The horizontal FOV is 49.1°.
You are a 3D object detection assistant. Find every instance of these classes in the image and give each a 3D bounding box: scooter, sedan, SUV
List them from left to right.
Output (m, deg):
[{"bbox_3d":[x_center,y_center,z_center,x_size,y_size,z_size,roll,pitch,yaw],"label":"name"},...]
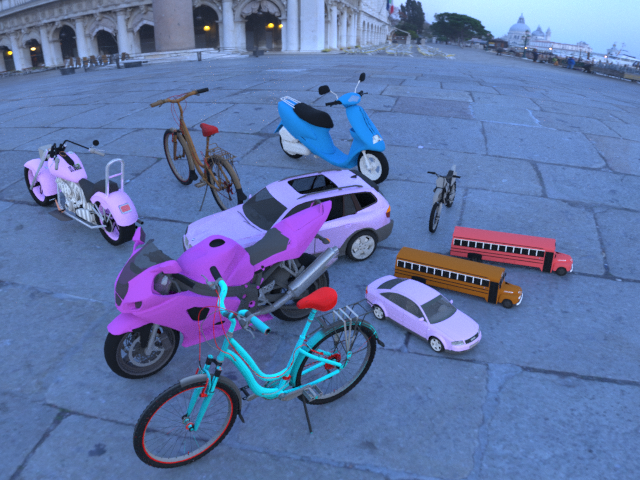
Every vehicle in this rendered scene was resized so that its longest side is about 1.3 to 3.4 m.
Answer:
[{"bbox_3d":[-0.438,-0.252,10.050,3.058,1.128,1.276,-13,30,-22],"label":"SUV"},{"bbox_3d":[0.173,-2.133,12.890,2.721,1.786,1.288,22,35,35],"label":"scooter"},{"bbox_3d":[1.259,0.857,8.650,0.635,0.483,1.613,-23,36,-37],"label":"sedan"}]

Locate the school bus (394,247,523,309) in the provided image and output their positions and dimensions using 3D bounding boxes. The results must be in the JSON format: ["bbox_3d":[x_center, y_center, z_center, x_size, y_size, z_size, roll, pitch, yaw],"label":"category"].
[{"bbox_3d":[1.857,0.491,9.393,1.708,0.434,0.365,13,30,22],"label":"school bus"}]

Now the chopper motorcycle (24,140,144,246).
[{"bbox_3d":[-3.842,-0.914,10.921,3.040,1.480,0.906,24,36,37],"label":"chopper motorcycle"}]

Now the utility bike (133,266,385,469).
[{"bbox_3d":[-0.428,1.166,6.625,2.791,1.839,1.039,-17,32,-29],"label":"utility bike"}]

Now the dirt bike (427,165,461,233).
[{"bbox_3d":[1.995,-0.729,11.237,0.527,0.857,1.493,11,30,20],"label":"dirt bike"}]

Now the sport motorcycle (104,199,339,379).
[{"bbox_3d":[-1.087,0.536,8.068,2.955,1.596,0.983,-18,33,-30],"label":"sport motorcycle"}]

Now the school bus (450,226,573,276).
[{"bbox_3d":[2.749,0.145,10.042,1.708,0.434,0.365,8,29,15],"label":"school bus"}]

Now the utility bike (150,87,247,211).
[{"bbox_3d":[-2.075,-1.454,11.555,1.039,1.839,2.791,-19,34,-32],"label":"utility bike"}]
